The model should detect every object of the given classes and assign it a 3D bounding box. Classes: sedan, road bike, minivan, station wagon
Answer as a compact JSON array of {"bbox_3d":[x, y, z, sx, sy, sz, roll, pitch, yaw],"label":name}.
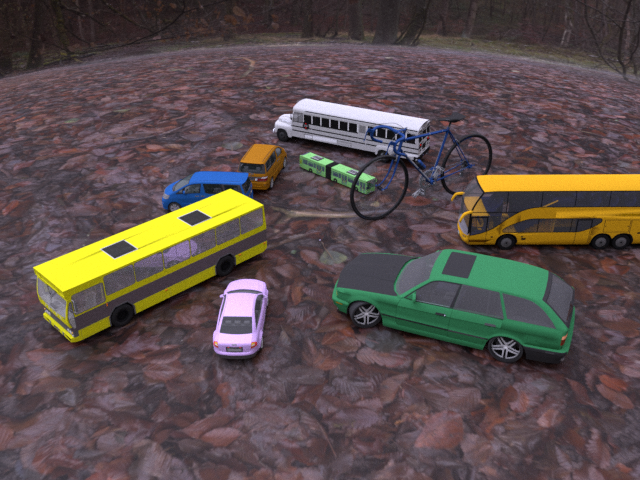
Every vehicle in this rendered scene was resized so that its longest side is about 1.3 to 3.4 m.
[{"bbox_3d":[-1.015,0.935,9.119,0.635,0.483,1.613,1,30,1],"label":"sedan"},{"bbox_3d":[1.785,-1.299,11.794,3.004,1.656,0.696,-16,34,-26],"label":"road bike"},{"bbox_3d":[-1.945,-0.831,12.025,1.548,0.616,0.681,3,30,4],"label":"minivan"},{"bbox_3d":[-1.066,-1.459,13.105,0.681,0.616,1.548,6,31,10],"label":"minivan"},{"bbox_3d":[1.705,0.683,9.117,3.105,0.920,1.327,11,32,19],"label":"station wagon"}]

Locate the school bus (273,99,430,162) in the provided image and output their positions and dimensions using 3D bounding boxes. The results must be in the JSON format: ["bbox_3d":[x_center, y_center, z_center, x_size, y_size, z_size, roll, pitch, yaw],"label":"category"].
[{"bbox_3d":[0.571,-2.264,14.262,3.322,0.844,0.709,15,33,24],"label":"school bus"}]

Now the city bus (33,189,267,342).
[{"bbox_3d":[-2.228,0.292,9.815,0.926,0.894,3.255,26,39,38],"label":"city bus"}]

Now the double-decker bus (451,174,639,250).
[{"bbox_3d":[3.733,-0.460,10.953,3.251,1.052,0.756,0,30,0],"label":"double-decker bus"}]

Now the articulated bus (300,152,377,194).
[{"bbox_3d":[0.309,-1.266,13.098,1.749,0.289,0.311,26,39,37],"label":"articulated bus"}]
